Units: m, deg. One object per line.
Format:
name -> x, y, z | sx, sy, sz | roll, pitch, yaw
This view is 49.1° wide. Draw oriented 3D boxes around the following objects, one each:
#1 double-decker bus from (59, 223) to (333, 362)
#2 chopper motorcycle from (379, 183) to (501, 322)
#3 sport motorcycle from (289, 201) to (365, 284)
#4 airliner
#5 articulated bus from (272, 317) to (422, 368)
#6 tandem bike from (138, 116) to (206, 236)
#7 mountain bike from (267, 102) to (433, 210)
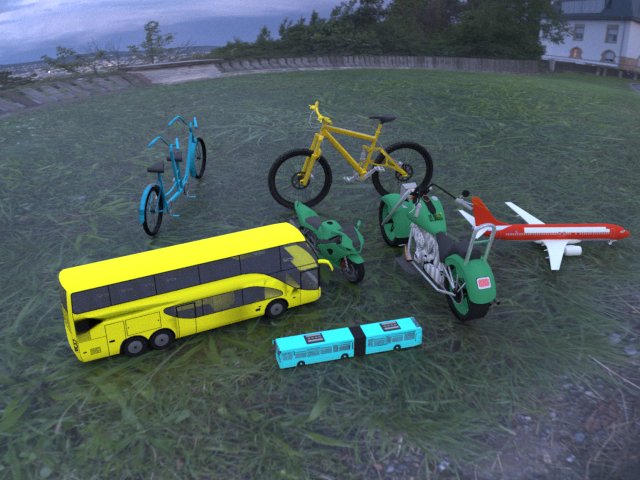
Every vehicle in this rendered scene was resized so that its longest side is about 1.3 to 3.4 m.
double-decker bus -> -1.445, 0.571, 8.573 | 3.251, 1.052, 0.756 | -13, 30, -24
chopper motorcycle -> 1.488, -0.118, 9.451 | 0.906, 1.480, 3.040 | -8, 28, -16
sport motorcycle -> 0.116, 0.021, 9.903 | 0.506, 0.821, 1.520 | -20, 33, -33
airliner -> 3.441, -0.278, 10.473 | 2.541, 0.835, 2.257 | -1, 27, -2
articulated bus -> 0.334, 1.196, 8.189 | 1.749, 0.289, 0.311 | -7, 28, -14
tandem bike -> -2.429, -1.203, 11.743 | 0.550, 1.326, 3.192 | 4, 27, 8
mountain bike -> 0.538, -1.351, 11.635 | 2.857, 1.688, 1.114 | -5, 28, -10
